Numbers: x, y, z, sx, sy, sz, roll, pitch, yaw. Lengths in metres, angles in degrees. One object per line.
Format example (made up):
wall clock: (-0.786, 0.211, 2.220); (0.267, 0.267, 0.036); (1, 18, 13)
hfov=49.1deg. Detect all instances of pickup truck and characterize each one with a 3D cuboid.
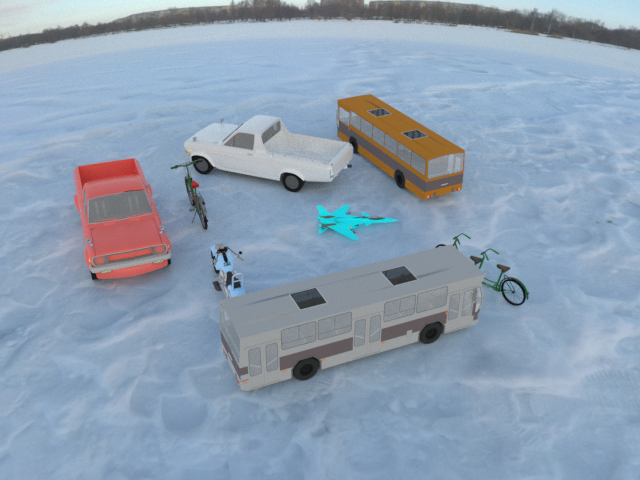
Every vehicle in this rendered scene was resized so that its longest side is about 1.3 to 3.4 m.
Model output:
pickup truck: (-3.192, -0.511, 11.036); (1.244, 0.993, 3.117); (-11, 33, -18)
pickup truck: (-0.982, -1.712, 13.024); (3.117, 0.993, 1.244); (12, 33, 19)

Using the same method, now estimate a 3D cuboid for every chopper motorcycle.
chopper motorcycle: (-1.294, 0.415, 9.728); (0.466, 0.761, 1.563); (-11, 33, -17)

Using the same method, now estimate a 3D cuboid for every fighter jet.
fighter jet: (0.621, -0.369, 11.484); (1.358, 0.286, 1.147); (-2, 31, -4)

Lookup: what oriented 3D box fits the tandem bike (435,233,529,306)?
tandem bike: (2.255, 0.369, 9.880); (0.283, 0.682, 1.642); (-25, 39, -35)

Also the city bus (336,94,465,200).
city bus: (1.419, -1.800, 13.265); (0.926, 0.894, 3.255); (-15, 34, -23)

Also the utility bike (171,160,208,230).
utility bike: (-2.112, -0.780, 11.527); (0.535, 0.946, 1.435); (-12, 33, -19)

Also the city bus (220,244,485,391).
city bus: (0.436, 0.945, 8.722); (3.255, 0.894, 0.926); (-13, 33, -20)
